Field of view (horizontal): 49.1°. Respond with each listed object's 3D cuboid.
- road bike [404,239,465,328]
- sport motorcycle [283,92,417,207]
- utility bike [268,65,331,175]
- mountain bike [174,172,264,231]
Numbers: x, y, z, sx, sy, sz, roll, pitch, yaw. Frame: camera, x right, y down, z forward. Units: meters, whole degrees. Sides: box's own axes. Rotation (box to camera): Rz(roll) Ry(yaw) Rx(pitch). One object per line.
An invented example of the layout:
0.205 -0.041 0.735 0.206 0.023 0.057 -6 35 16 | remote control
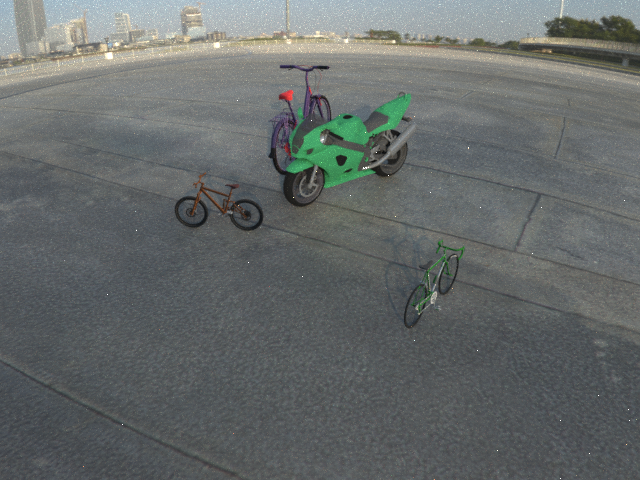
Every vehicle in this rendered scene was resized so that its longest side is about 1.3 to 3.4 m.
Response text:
1.500 0.549 9.241 0.358 0.852 1.545 19 34 30 | road bike
0.532 -1.634 12.439 2.955 1.596 0.983 -22 36 -34 | sport motorcycle
-0.441 -2.459 13.688 1.039 1.839 2.791 12 31 20 | utility bike
-1.636 -0.565 11.250 1.469 0.868 0.573 3 29 6 | mountain bike
